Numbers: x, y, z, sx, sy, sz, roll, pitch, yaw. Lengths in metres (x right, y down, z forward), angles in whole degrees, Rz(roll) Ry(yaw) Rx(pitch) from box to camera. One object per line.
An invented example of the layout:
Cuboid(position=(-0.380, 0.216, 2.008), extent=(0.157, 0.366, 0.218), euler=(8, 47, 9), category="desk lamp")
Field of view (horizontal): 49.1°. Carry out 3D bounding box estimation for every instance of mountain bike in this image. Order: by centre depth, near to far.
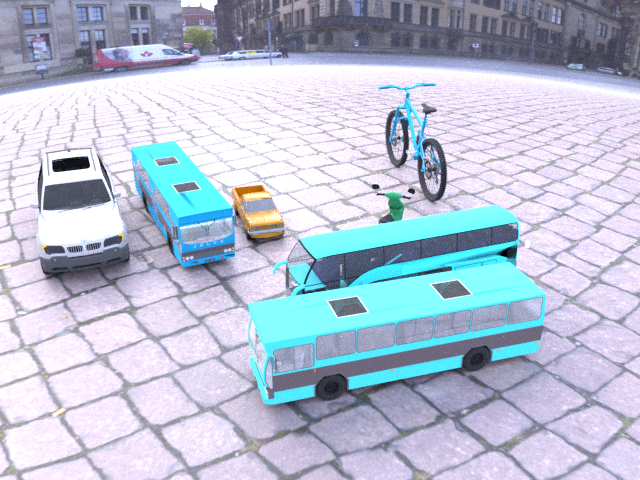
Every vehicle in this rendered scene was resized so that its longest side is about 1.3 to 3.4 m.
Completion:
Cuboid(position=(1.720, -1.867, 12.734), extent=(1.114, 1.688, 2.857), euler=(-6, 27, -13), category="mountain bike")

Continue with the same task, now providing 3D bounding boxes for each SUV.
Cuboid(position=(-3.715, -0.543, 10.722), extent=(1.276, 1.128, 3.058), euler=(-9, 28, -18), category="SUV")

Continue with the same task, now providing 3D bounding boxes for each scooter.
Cuboid(position=(1.047, -0.320, 10.511), extent=(0.662, 0.919, 1.399), euler=(8, 28, 16), category="scooter")

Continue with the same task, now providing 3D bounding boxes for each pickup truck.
Cuboid(position=(-1.025, -0.528, 11.380), extent=(0.640, 0.511, 1.603), euler=(-8, 28, -15), category="pickup truck")

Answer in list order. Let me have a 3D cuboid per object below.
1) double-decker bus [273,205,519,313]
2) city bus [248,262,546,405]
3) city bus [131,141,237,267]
Cuboid(position=(1.046, 0.319, 9.089), extent=(3.251, 1.052, 0.756), euler=(-10, 28, -19), category="double-decker bus")
Cuboid(position=(0.864, 1.031, 7.845), extent=(3.255, 0.894, 0.926), euler=(-8, 28, -15), category="city bus")
Cuboid(position=(-2.253, -0.635, 11.166), extent=(0.926, 0.894, 3.255), euler=(-12, 29, -22), category="city bus")
